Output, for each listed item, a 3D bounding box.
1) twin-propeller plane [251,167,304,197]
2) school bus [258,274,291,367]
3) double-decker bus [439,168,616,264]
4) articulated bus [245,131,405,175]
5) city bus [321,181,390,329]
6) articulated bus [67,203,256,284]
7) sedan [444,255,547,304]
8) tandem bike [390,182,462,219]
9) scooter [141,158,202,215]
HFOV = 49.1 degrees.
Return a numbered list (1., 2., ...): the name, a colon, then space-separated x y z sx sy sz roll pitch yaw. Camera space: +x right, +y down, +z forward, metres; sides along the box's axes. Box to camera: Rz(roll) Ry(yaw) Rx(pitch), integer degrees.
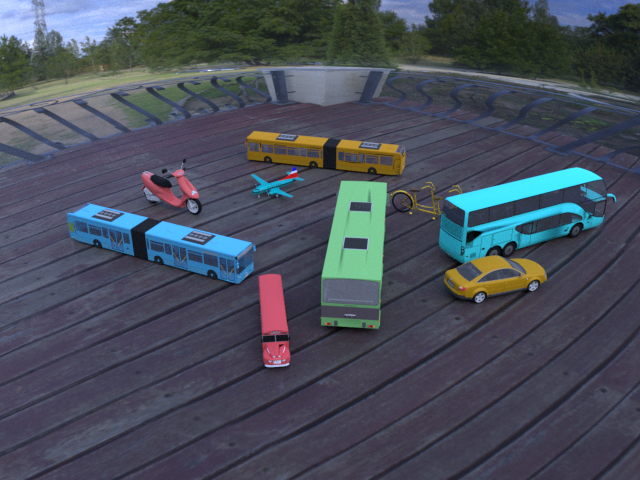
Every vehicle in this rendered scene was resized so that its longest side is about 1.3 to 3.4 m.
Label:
1. twin-propeller plane: -0.866 -1.114 13.603 1.095 0.407 1.370 -20 34 -33
2. school bus: -0.633 1.074 9.494 0.365 0.434 1.708 -3 28 -6
3. double-decker bus: 3.480 -0.452 11.687 3.251 1.052 0.756 -14 31 -24
4. articulated bus: 0.080 -1.843 14.800 3.401 0.561 0.605 8 29 14
5. city bus: 0.579 0.148 10.735 0.926 0.894 3.255 3 28 5
6. articulated bus: -2.618 0.022 11.321 3.401 0.561 0.605 13 31 23
7. sedan: 2.649 0.514 10.486 1.613 0.483 0.635 -10 30 -17
8. tandem bike: 2.036 -0.699 12.538 1.642 0.682 0.283 13 31 22
9. scooter: -2.757 -1.000 12.850 1.399 0.919 0.662 15 32 26
